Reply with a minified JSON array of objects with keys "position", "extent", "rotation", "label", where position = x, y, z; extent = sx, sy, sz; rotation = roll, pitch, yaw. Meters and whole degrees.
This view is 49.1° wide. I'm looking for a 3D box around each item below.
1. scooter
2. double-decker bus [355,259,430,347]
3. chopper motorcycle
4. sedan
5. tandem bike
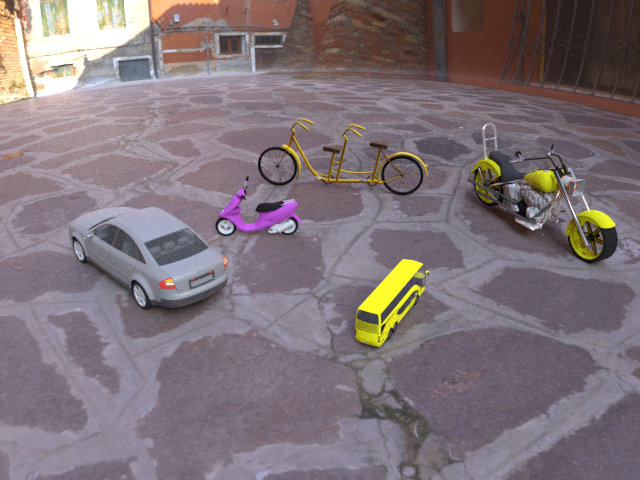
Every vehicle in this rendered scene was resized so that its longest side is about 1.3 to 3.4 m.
[{"position":[-0.996,-0.493,11.232],"extent":[1.399,0.919,0.662],"rotation":[-1,26,-2],"label":"scooter"},{"position":[0.956,0.768,9.098],"extent":[0.389,0.541,1.672],"rotation":[13,29,25],"label":"double-decker bus"},{"position":[3.533,-0.814,11.250],"extent":[0.906,1.480,3.040],"rotation":[-13,29,-25],"label":"chopper motorcycle"},{"position":[-2.577,0.045,10.115],"extent":[1.235,0.940,3.137],"rotation":[-23,34,-38],"label":"sedan"},{"position":[0.386,-1.523,12.864],"extent":[3.192,1.326,0.550],"rotation":[5,27,10],"label":"tandem bike"}]
